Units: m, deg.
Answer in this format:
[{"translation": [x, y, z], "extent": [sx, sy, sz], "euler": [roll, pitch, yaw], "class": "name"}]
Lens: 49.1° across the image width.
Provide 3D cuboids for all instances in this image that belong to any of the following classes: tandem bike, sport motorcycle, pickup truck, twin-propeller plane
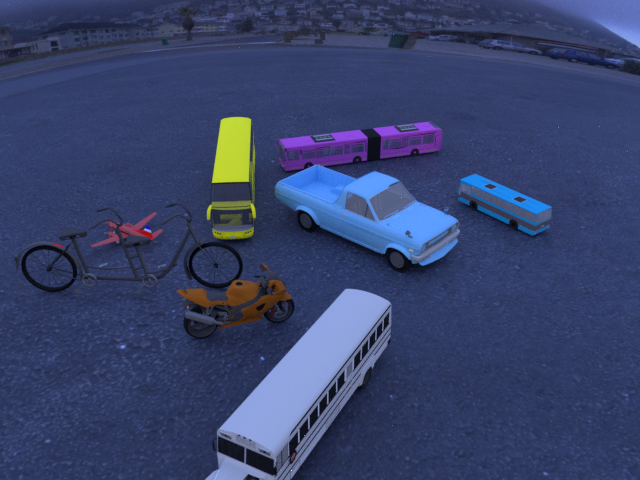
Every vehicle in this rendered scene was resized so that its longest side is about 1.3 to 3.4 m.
[{"translation": [-2.694, 0.148, 9.806], "extent": [3.192, 1.326, 0.550], "euler": [-1, 30, -2], "class": "tandem bike"}, {"translation": [-1.067, 0.831, 9.124], "extent": [1.520, 0.821, 0.506], "euler": [-9, 31, -15], "class": "sport motorcycle"}, {"translation": [0.705, -0.540, 11.338], "extent": [3.117, 0.993, 1.244], "euler": [24, 38, 35], "class": "pickup truck"}, {"translation": [-3.081, -0.180, 11.299], "extent": [1.095, 0.407, 1.370], "euler": [19, 35, 29], "class": "twin-propeller plane"}]

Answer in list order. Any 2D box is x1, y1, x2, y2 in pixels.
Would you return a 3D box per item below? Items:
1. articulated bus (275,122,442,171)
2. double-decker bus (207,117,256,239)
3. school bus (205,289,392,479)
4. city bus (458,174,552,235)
[{"translation": [0.825, -1.908, 14.152], "extent": [3.401, 0.561, 0.605], "euler": [-9, 31, -15], "class": "articulated bus"}, {"translation": [-1.494, -1.129, 12.303], "extent": [0.756, 1.052, 3.251], "euler": [-2, 30, -4], "class": "double-decker bus"}, {"translation": [-0.181, 1.713, 7.565], "extent": [0.709, 0.844, 3.322], "euler": [15, 33, 24], "class": "school bus"}, {"translation": [3.130, -0.604, 11.985], "extent": [0.476, 0.460, 1.674], "euler": [-21, 36, -32], "class": "city bus"}]
